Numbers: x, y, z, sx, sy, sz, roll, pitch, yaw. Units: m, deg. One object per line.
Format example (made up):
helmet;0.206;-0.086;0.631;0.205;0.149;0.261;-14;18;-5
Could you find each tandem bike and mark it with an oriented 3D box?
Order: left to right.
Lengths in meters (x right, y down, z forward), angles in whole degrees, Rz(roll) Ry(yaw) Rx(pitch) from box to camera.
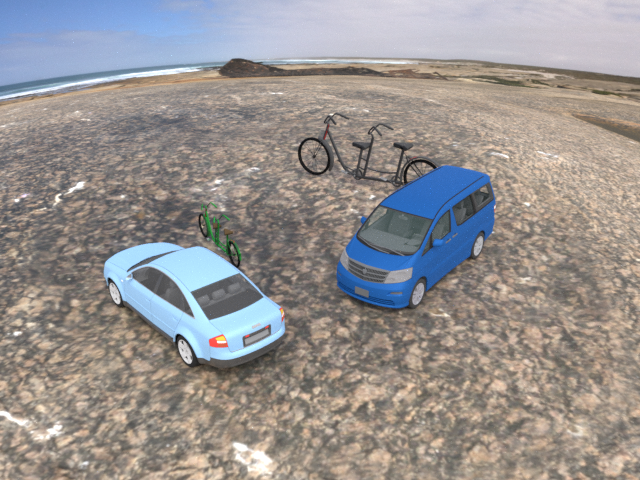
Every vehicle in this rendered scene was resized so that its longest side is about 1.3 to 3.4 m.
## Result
tandem bike;-1.574;-0.126;10.808;0.283;0.682;1.642;-14;29;-27
tandem bike;0.901;-1.609;13.136;3.192;1.326;0.550;16;30;29

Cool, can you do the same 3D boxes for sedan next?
sedan;-1.722;0.611;8.985;1.235;0.940;3.137;-21;33;-37

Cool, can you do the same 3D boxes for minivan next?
minivan;1.462;-0.113;10.189;1.324;1.197;3.011;18;31;33
